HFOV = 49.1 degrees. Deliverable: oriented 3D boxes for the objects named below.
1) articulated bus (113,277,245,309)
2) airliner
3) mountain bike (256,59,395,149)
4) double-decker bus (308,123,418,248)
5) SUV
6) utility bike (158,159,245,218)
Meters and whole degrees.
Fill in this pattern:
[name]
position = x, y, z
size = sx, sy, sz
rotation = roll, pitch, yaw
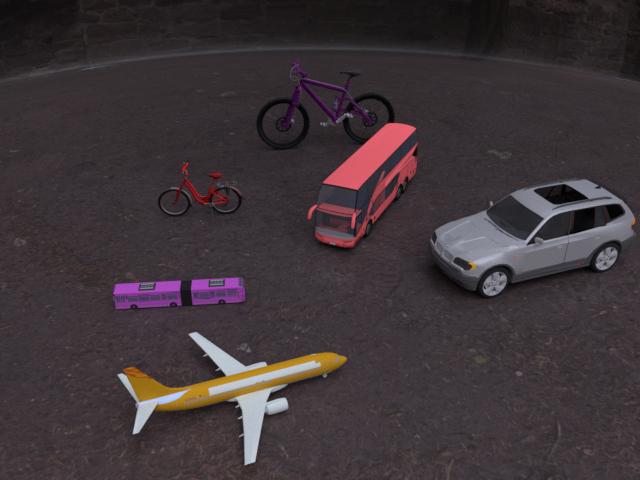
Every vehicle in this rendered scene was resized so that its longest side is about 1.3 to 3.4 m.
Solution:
[articulated bus]
position = -1.904, 0.722, 9.491
size = 1.749, 0.289, 0.311
rotation = -3, 29, -5
[airliner]
position = -0.854, 1.432, 7.671
size = 2.541, 0.835, 2.257
rotation = -12, 31, -20
[mountain bike]
position = 0.129, -2.684, 14.119
size = 2.857, 1.688, 1.114
rotation = -5, 30, -8
[double-decker bus]
position = 0.834, -0.958, 11.699
size = 0.756, 1.052, 3.251
rotation = 13, 32, 21
[SUV]
position = 3.092, -0.129, 10.148
size = 3.058, 1.128, 1.276
rotation = -11, 31, -18
[utility bike]
position = -1.965, -0.796, 11.518
size = 1.435, 0.946, 0.535
rotation = -3, 30, -5
